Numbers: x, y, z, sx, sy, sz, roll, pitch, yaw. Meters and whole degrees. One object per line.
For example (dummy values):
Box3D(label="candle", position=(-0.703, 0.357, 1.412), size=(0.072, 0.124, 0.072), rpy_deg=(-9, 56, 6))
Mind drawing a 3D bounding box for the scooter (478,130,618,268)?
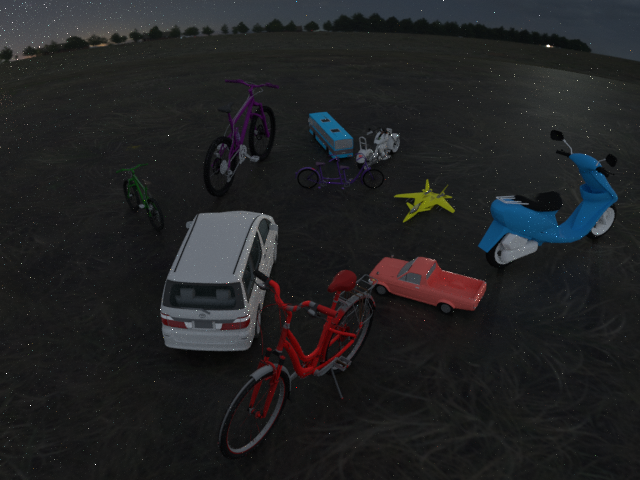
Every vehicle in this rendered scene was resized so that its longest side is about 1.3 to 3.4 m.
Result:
Box3D(label="scooter", position=(3.584, -0.582, 10.567), size=(2.721, 1.786, 1.288), rpy_deg=(-14, 33, -23))

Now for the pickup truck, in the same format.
Box3D(label="pickup truck", position=(1.497, 0.576, 9.823), size=(1.603, 0.511, 0.640), rpy_deg=(15, 33, 24))

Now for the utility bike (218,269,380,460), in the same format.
Box3D(label="utility bike", position=(-0.051, 1.120, 7.529), size=(1.039, 1.839, 2.791), rpy_deg=(21, 36, 32))

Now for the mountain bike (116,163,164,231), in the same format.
Box3D(label="mountain bike", position=(-2.993, -0.736, 11.764), size=(0.573, 0.868, 1.469), rpy_deg=(-21, 36, -32))

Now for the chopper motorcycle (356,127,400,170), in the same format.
Box3D(label="chopper motorcycle", position=(1.188, -1.905, 13.921), size=(0.466, 0.761, 1.563), rpy_deg=(18, 34, 29))

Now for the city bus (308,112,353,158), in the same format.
Box3D(label="city bus", position=(0.214, -2.195, 14.734), size=(0.476, 0.460, 1.674), rpy_deg=(-9, 31, -16))

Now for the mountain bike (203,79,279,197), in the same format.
Box3D(label="mountain bike", position=(-1.460, -1.985, 13.126), size=(1.114, 1.688, 2.857), rpy_deg=(11, 31, 18))

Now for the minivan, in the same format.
Box3D(label="minivan", position=(-1.295, 0.289, 9.635), size=(1.324, 1.197, 3.011), rpy_deg=(2, 30, 3))

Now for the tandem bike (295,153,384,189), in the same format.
Box3D(label="tandem bike", position=(0.363, -1.254, 12.861), size=(1.642, 0.682, 0.283), rpy_deg=(0, 30, 1))

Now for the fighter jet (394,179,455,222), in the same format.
Box3D(label="fighter jet", position=(1.770, -0.656, 12.211), size=(1.147, 0.286, 1.358), rpy_deg=(18, 34, 28))
